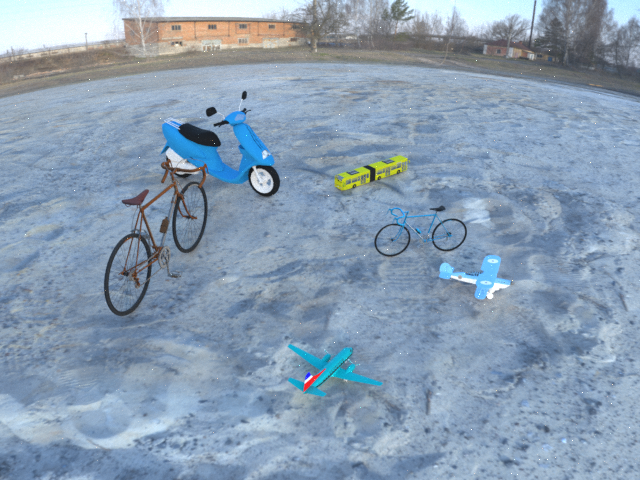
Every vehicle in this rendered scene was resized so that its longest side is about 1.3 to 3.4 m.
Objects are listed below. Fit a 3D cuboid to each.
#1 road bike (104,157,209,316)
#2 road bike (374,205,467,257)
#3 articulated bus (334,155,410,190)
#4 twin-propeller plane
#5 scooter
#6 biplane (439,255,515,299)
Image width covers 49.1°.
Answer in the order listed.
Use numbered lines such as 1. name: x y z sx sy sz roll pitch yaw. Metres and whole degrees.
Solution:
1. road bike: -2.355 -0.159 10.332 0.697 1.656 3.004 9 30 16
2. road bike: 1.620 -0.150 11.155 1.545 0.852 0.358 -5 29 -9
3. articulated bus: 1.045 -1.343 13.933 1.749 0.289 0.311 -20 34 -32
4. twin-propeller plane: 0.112 1.538 8.523 1.370 0.407 1.095 18 33 29
5. scooter: -1.962 -1.849 13.296 2.721 1.786 1.288 14 32 24
6. biplane: 2.291 0.549 10.235 1.090 0.504 1.336 10 30 17
